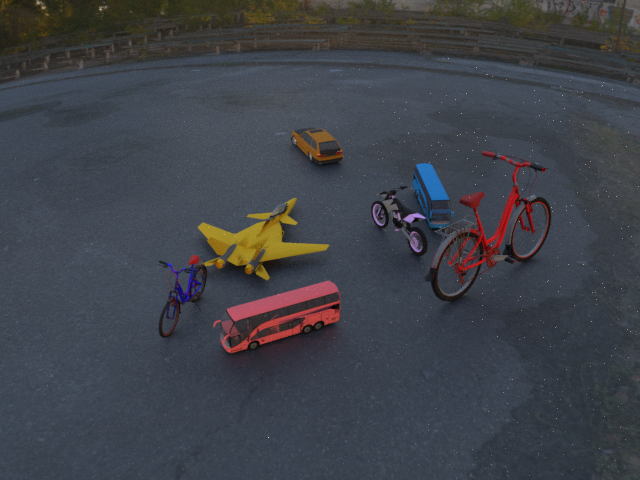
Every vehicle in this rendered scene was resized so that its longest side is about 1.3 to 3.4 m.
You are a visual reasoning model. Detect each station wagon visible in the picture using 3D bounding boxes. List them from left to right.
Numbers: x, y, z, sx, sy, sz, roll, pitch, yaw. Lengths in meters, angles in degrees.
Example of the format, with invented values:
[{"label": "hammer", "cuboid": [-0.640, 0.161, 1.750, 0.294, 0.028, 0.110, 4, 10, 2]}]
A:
[{"label": "station wagon", "cuboid": [-0.085, -2.056, 14.544, 0.682, 0.473, 1.597, -12, 32, -19]}]

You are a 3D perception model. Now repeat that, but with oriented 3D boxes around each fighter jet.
[{"label": "fighter jet", "cuboid": [-0.862, -0.281, 11.339, 2.229, 0.557, 2.640, 10, 31, 17]}]

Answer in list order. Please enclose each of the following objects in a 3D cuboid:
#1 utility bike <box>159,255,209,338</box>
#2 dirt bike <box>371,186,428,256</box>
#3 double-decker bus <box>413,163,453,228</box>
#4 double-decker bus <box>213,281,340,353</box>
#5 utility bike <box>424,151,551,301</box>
[{"label": "utility bike", "cuboid": [-1.770, 0.631, 9.344, 0.535, 0.946, 1.435, 8, 31, 15]}, {"label": "dirt bike", "cuboid": [1.249, -0.365, 11.184, 0.527, 0.857, 1.493, -16, 33, -26]}, {"label": "double-decker bus", "cuboid": [1.944, -0.771, 12.217, 0.389, 0.541, 1.672, -2, 30, -3]}, {"label": "double-decker bus", "cuboid": [-0.528, 1.002, 9.102, 1.672, 0.541, 0.389, -14, 32, -23]}, {"label": "utility bike", "cuboid": [2.434, -0.266, 10.018, 2.791, 1.839, 1.039, -22, 36, -33]}]
